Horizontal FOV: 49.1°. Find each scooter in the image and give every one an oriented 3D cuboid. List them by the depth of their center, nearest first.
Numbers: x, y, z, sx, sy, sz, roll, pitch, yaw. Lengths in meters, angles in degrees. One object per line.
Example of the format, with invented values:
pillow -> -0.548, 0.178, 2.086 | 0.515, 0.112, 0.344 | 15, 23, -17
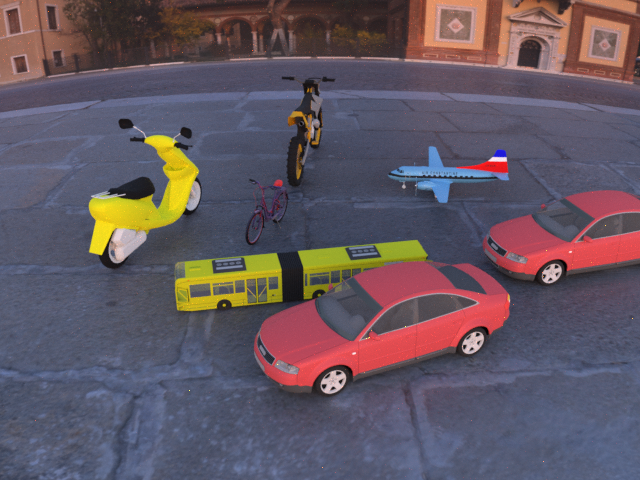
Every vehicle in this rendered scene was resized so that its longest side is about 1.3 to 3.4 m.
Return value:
scooter -> -2.573, -0.807, 10.534 | 1.288, 1.786, 2.721 | 11, 29, 20

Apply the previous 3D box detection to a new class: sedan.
sedan -> 0.754, 0.883, 8.199 | 3.137, 0.940, 1.235 | -12, 30, -21
sedan -> 3.905, -0.143, 10.174 | 3.137, 0.940, 1.235 | -8, 28, -14

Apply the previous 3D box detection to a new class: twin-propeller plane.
twin-propeller plane -> 2.282, -1.261, 12.487 | 2.129, 0.792, 2.663 | 2, 28, 4

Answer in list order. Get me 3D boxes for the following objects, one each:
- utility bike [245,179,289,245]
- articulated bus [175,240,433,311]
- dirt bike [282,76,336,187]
utility bike -> -0.763, -0.538, 10.928 | 0.535, 0.946, 1.435 | 12, 30, 21
articulated bus -> -0.212, 0.471, 9.403 | 3.401, 0.561, 0.605 | -5, 28, -10
dirt bike -> -0.274, -2.213, 13.372 | 1.024, 1.666, 2.903 | 5, 28, 9
